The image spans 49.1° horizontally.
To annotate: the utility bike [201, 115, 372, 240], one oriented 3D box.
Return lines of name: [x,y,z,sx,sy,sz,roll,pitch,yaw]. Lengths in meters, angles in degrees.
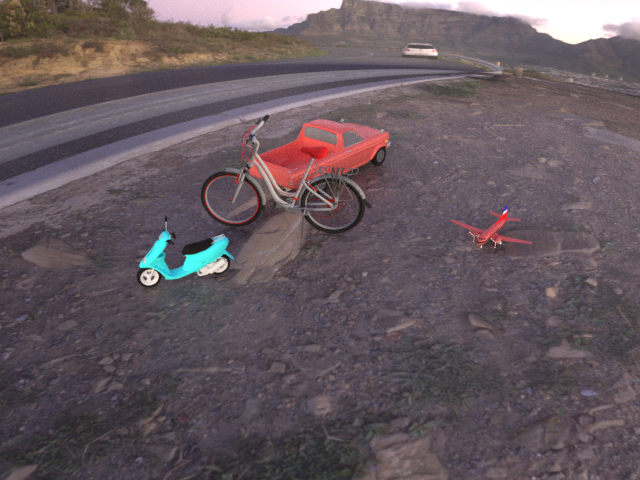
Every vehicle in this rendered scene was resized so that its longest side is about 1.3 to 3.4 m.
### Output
utility bike: [-0.576,-0.906,10.963,2.791,1.839,1.039,4,28,7]

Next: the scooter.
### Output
scooter: [-1.916,0.167,9.895,1.399,0.919,0.662,-10,29,-19]

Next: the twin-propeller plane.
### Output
twin-propeller plane: [2.760,-0.202,11.160,1.370,0.407,1.095,19,33,32]

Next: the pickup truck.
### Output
pickup truck: [0.065,-1.723,13.456,1.244,0.993,3.117,21,34,34]
